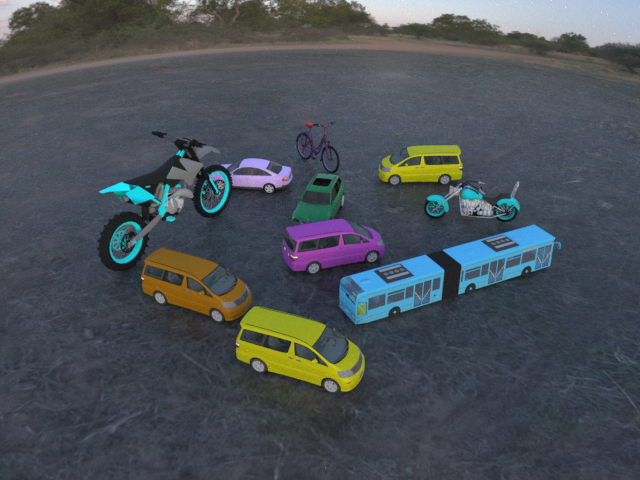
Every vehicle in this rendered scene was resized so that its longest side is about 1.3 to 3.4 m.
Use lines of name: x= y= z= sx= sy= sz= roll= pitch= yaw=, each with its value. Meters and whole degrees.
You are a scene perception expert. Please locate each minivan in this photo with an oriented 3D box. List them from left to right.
minivan: x=-1.689 y=0.597 z=9.594 sx=1.548 sy=0.616 sz=0.681 roll=14 pitch=32 yaw=23
minivan: x=-0.229 y=1.290 z=8.379 sx=1.548 sy=0.616 sz=0.681 roll=12 pitch=32 yaw=19
minivan: x=0.222 y=0.040 z=10.571 sx=1.548 sy=0.616 sz=0.681 roll=-10 pitch=31 yaw=-17
minivan: x=1.880 y=-1.426 z=13.142 sx=1.548 sy=0.616 sz=0.681 roll=-1 pitch=30 yaw=-1

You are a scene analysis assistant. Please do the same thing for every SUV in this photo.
SUV: x=-0.012 y=-0.652 z=11.821 sx=0.656 sy=0.580 sz=1.572 roll=7 pitch=30 yaw=12

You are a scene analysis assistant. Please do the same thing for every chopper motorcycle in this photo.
chopper motorcycle: x=2.540 y=-0.674 z=11.677 sx=1.563 sy=0.761 sz=0.466 roll=5 pitch=30 yaw=8

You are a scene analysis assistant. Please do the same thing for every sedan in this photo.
sedan: x=-1.318 y=-1.228 z=12.929 sx=1.613 sy=0.483 sz=0.635 roll=4 pitch=30 yaw=8

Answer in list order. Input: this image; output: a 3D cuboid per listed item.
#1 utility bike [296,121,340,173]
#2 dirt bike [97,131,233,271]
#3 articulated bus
utility bike: x=-0.024 y=-1.914 z=13.664 sx=0.535 sy=0.946 sz=1.435 roll=-20 pitch=36 yaw=-32
dirt bike: x=-2.347 y=-0.723 z=10.848 sx=1.024 sy=1.666 sz=2.903 roll=18 pitch=34 yaw=28
articulated bus: x=1.880 y=0.450 z=9.907 sx=3.401 sy=0.561 sz=0.605 roll=-14 pitch=33 yaw=-23
